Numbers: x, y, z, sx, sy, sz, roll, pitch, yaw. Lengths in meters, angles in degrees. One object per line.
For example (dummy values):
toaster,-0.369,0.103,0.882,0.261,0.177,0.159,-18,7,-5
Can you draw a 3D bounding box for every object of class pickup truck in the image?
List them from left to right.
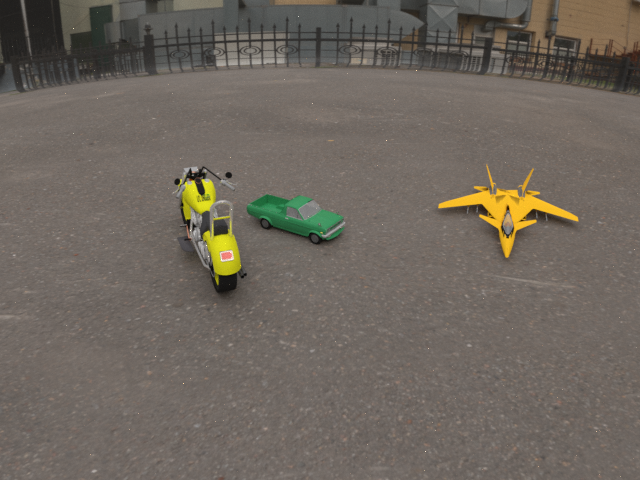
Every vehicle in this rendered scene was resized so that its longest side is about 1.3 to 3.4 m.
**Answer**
pickup truck,-0.395,-0.416,11.187,1.603,0.511,0.640,17,32,29

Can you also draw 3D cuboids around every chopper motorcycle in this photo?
chopper motorcycle,-1.687,-0.415,10.127,0.906,1.480,3.040,-10,29,-18

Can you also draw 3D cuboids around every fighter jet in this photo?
fighter jet,3.027,-0.485,11.270,2.229,0.557,2.640,6,28,12
